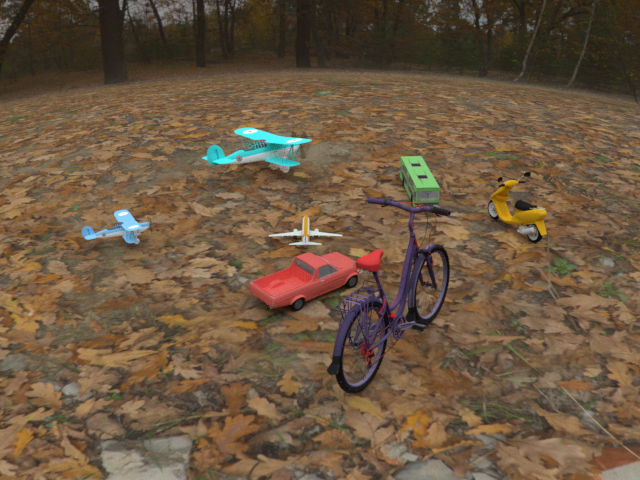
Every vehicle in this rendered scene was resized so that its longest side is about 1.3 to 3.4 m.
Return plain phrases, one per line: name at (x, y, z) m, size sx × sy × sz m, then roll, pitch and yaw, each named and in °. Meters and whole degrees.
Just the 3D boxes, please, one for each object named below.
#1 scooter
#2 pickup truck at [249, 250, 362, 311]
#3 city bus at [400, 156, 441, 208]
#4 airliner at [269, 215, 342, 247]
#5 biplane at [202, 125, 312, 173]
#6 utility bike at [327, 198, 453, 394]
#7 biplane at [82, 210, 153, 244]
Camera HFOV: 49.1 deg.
scooter at (3.199, -0.574, 11.351) m, size 0.662 × 0.919 × 1.399 m, roll -11°, pitch 28°, yaw -22°
pickup truck at (-0.172, 0.503, 9.600) m, size 1.603 × 0.511 × 0.640 m, roll -20°, pitch 32°, yaw -35°
city bus at (1.809, -1.053, 12.862) m, size 0.476 × 0.460 × 1.674 m, roll -2°, pitch 26°, yaw -3°
airliner at (-0.228, -0.219, 11.179) m, size 1.161 × 0.429 × 1.307 m, roll 0°, pitch 26°, yaw 0°
biplane at (-1.233, -1.711, 13.622) m, size 2.120 × 0.981 × 2.598 m, roll -16°, pitch 30°, yaw -30°
utility bike at (0.809, 0.500, 8.085) m, size 1.039 × 1.839 × 2.791 m, roll 17°, pitch 31°, yaw 31°
biplane at (-3.160, -0.154, 10.961) m, size 1.090 × 0.504 × 1.336 m, roll -12°, pitch 28°, yaw -23°
